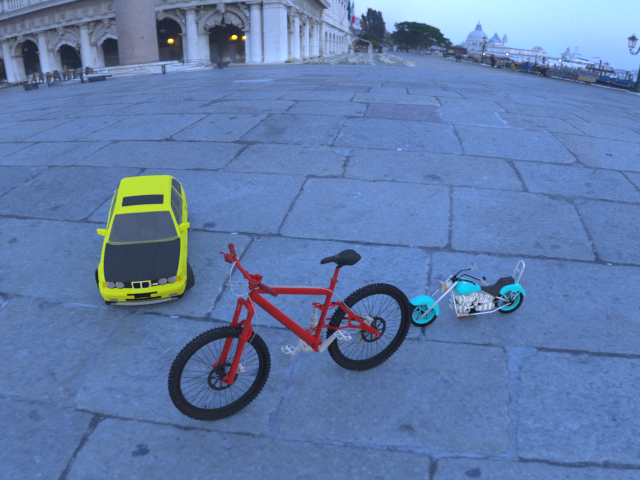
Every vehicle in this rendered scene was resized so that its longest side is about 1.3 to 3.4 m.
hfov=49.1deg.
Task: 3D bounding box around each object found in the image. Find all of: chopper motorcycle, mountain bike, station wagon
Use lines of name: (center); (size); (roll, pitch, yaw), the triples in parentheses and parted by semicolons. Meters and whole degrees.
chopper motorcycle: (1.857, 0.669, 8.809); (1.563, 0.761, 0.466); (-6, 27, -11)
mountain bike: (-0.226, 0.897, 7.326); (2.857, 1.688, 1.114); (-14, 30, -25)
station wagon: (-2.544, -0.145, 10.245); (1.327, 0.920, 3.105); (-5, 27, -9)
